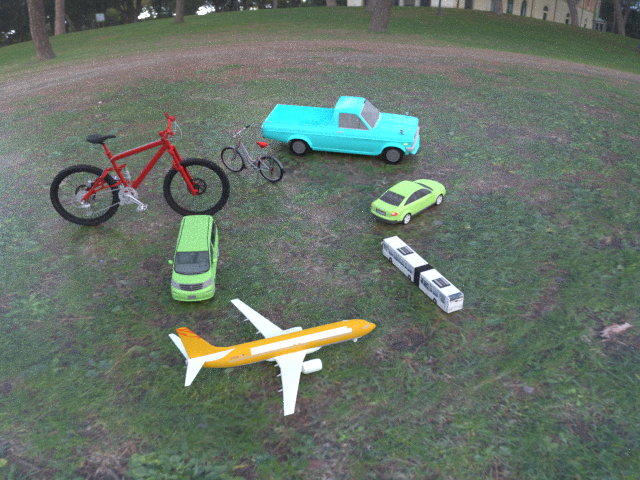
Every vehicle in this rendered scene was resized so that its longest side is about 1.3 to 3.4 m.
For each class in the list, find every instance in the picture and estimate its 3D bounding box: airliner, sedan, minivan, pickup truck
[{"bbox_3d":[-0.474,1.129,8.455,2.541,0.835,2.257,-11,33,-18],"label":"airliner"},{"bbox_3d":[1.528,-0.738,11.897,0.635,0.483,1.613,26,40,36],"label":"sedan"},{"bbox_3d":[-1.802,0.245,10.136,0.681,0.616,1.548,-2,31,-3],"label":"minivan"},{"bbox_3d":[0.440,-2.288,13.979,3.117,0.993,1.244,6,32,11],"label":"pickup truck"}]

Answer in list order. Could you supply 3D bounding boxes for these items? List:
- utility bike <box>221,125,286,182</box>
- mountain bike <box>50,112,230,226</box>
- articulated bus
[{"bbox_3d":[-1.270,-1.542,12.784,1.435,0.946,0.535,16,35,25],"label":"utility bike"},{"bbox_3d":[-2.898,-1.030,11.215,2.857,1.688,1.114,-4,31,-7],"label":"mountain bike"},{"bbox_3d":[1.443,0.464,10.089,0.311,0.289,1.749,-14,34,-22],"label":"articulated bus"}]
